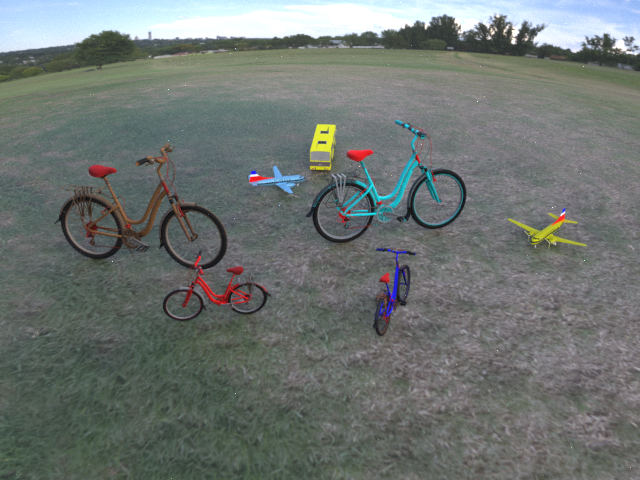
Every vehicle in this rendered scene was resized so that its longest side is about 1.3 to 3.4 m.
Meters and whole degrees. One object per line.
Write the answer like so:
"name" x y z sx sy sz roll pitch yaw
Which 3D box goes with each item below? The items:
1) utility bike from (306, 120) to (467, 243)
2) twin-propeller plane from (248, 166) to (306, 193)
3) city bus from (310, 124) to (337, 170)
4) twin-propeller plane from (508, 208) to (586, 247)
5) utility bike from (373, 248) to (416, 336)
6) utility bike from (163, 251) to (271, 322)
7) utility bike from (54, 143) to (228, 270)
"utility bike" 1.081 -0.945 11.254 2.791 1.839 1.039 -8 29 -15
"twin-propeller plane" -0.798 -1.166 13.211 1.095 0.407 1.370 -8 29 -14
"city bus" 0.072 -1.926 14.600 0.476 0.460 1.674 2 28 4
"twin-propeller plane" 3.715 -0.192 11.360 1.370 0.407 1.095 24 36 38
"utility bike" 0.924 0.610 9.257 0.535 0.946 1.435 12 30 21
"utility bike" -1.349 0.659 9.164 1.435 0.946 0.535 -5 28 -10
"utility bike" -2.699 -0.517 10.441 2.791 1.839 1.039 6 28 11
